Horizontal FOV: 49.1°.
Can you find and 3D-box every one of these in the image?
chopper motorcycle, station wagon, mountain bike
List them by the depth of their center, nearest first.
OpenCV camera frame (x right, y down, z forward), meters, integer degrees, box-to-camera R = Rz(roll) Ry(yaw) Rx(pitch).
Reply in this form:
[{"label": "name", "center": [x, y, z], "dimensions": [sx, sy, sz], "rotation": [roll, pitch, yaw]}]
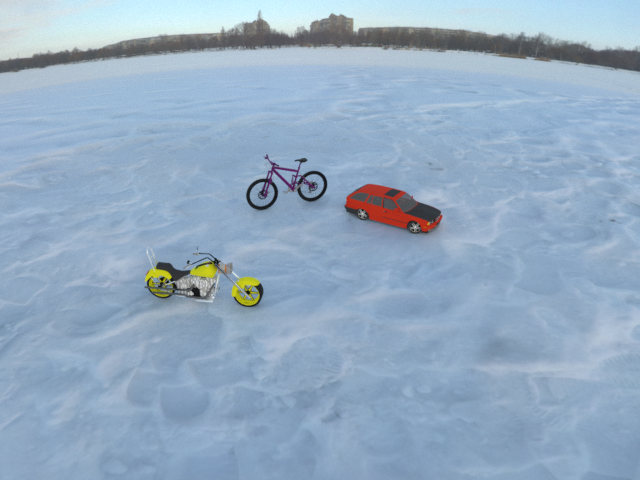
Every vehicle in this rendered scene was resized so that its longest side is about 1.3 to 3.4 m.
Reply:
[{"label": "chopper motorcycle", "center": [-1.517, 0.475, 9.070], "dimensions": [1.563, 0.761, 0.466], "rotation": [3, 27, 7]}, {"label": "station wagon", "center": [1.205, -0.547, 11.412], "dimensions": [1.597, 0.473, 0.682], "rotation": [16, 31, 29]}, {"label": "mountain bike", "center": [-0.552, -0.986, 11.843], "dimensions": [1.469, 0.868, 0.573], "rotation": [-11, 29, -21]}]
